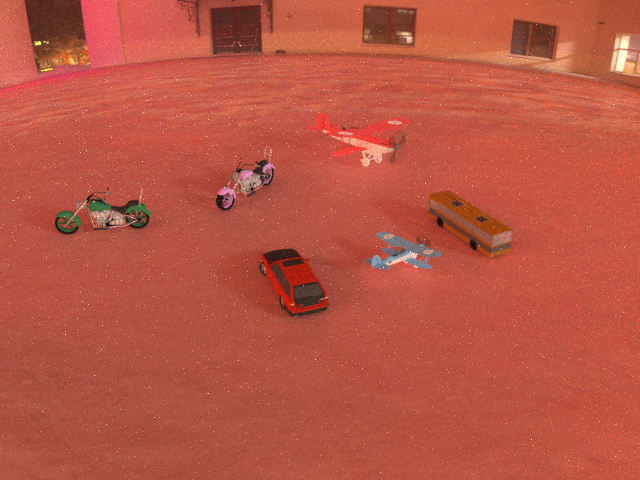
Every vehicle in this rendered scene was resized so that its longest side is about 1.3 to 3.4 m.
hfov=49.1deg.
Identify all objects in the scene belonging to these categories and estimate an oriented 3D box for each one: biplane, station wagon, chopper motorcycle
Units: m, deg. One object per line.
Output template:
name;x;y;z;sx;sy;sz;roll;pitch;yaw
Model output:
biplane;0.763;-2.107;14.277;2.120;0.981;2.598;22;36;33
station wagon;-0.399;0.507;10.149;0.682;0.473;1.597;-10;31;-17
biplane;1.192;0.231;10.608;1.090;0.504;1.336;-20;35;-31
chopper motorcycle;-1.351;-1.131;12.766;0.466;0.761;1.563;18;34;29
chopper motorcycle;-3.618;-0.488;11.624;1.563;0.761;0.466;-3;30;-6

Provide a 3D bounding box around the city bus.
city bus;2.434;-0.272;11.547;0.476;0.460;1.674;-15;33;-24
